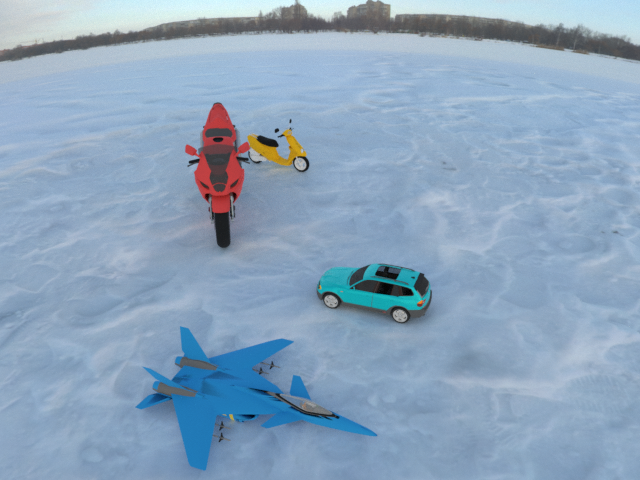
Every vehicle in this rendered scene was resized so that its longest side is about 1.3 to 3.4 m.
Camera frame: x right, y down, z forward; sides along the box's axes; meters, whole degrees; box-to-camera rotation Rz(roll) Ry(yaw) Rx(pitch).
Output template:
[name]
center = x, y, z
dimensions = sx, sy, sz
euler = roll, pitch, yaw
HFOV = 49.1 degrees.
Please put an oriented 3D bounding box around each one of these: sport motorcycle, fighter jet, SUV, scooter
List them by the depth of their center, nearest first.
[fighter jet]
center = -0.622, 1.677, 7.728
dimensions = 2.640, 0.557, 2.229
euler = 11, 31, 19
[SUV]
center = 0.736, 0.638, 9.540
dimensions = 1.572, 0.580, 0.656
euler = 10, 31, 18
[sport motorcycle]
center = -1.653, -1.142, 11.652
dimensions = 0.983, 1.596, 2.955
euler = -4, 30, -6
[scooter]
center = -0.840, -1.840, 13.572
dimensions = 1.399, 0.919, 0.662
euler = 13, 32, 22
